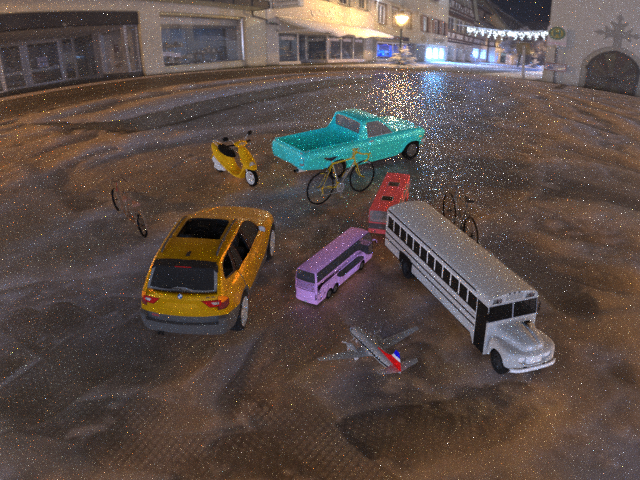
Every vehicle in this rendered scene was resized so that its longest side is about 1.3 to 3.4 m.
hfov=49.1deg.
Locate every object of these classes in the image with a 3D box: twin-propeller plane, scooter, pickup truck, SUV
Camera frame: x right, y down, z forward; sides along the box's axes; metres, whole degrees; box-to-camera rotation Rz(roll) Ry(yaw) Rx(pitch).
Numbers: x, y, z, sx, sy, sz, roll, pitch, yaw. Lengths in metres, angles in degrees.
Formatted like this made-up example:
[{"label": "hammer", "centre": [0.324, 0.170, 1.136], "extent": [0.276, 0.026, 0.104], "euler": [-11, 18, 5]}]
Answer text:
[{"label": "twin-propeller plane", "centre": [0.628, 1.212, 8.082], "extent": [1.370, 0.407, 1.095], "euler": [-14, 30, -25]}, {"label": "scooter", "centre": [-1.615, -1.579, 13.070], "extent": [0.662, 0.919, 1.399], "euler": [-23, 35, -38]}, {"label": "pickup truck", "centre": [0.615, -2.005, 13.836], "extent": [3.117, 0.993, 1.244], "euler": [-17, 31, -31]}, {"label": "SUV", "centre": [-1.414, 0.168, 9.359], "extent": [1.276, 1.128, 3.058], "euler": [3, 27, 6]}]

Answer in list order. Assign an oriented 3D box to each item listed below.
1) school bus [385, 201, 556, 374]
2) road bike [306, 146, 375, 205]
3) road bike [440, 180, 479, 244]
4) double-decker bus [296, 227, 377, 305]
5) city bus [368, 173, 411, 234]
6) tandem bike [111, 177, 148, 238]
[{"label": "school bus", "centre": [1.827, 0.498, 9.018], "extent": [0.709, 0.844, 3.322], "euler": [-9, 28, -18]}, {"label": "road bike", "centre": [0.382, -1.133, 12.258], "extent": [1.545, 0.852, 0.358], "euler": [-19, 32, -33]}, {"label": "road bike", "centre": [2.154, -0.377, 10.751], "extent": [0.358, 0.852, 1.545], "euler": [-4, 27, -9]}, {"label": "double-decker bus", "centre": [0.238, 0.317, 9.716], "extent": [0.389, 0.541, 1.672], "euler": [15, 30, 28]}, {"label": "city bus", "centre": [1.167, -0.603, 11.638], "extent": [0.476, 0.460, 1.674], "euler": [7, 27, 13]}, {"label": "tandem bike", "centre": [-3.112, -0.574, 11.333], "extent": [0.283, 0.682, 1.642], "euler": [-17, 31, -30]}]
